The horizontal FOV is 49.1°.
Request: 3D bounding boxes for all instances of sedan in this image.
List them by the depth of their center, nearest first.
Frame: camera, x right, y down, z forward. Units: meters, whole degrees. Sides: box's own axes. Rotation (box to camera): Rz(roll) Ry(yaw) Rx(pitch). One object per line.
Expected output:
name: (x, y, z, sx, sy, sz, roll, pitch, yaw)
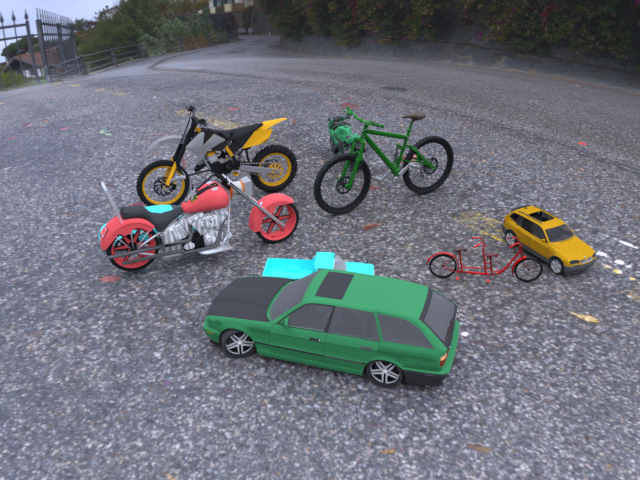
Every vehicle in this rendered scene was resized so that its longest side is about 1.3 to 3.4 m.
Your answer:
sedan: (-2.713, -0.253, 11.167, 1.613, 0.483, 0.635, -10, 30, -18)

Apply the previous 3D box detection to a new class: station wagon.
station wagon: (0.113, 0.916, 8.540, 3.105, 0.920, 1.327, 8, 29, 15)

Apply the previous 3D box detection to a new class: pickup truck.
pickup truck: (-0.017, 0.476, 9.787, 1.603, 0.511, 0.640, 3, 28, 5)

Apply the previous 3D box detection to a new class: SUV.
SUV: (3.473, -0.042, 10.675, 0.656, 0.580, 1.572, -15, 32, -25)

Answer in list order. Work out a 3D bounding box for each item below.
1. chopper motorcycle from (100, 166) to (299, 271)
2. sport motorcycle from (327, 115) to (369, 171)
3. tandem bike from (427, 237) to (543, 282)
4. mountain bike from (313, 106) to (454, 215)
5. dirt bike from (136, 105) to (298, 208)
chopper motorcycle: (-1.739, -0.411, 10.412, 3.040, 1.480, 0.906, -13, 31, -23)
sport motorcycle: (0.515, -1.951, 13.960, 0.506, 0.821, 1.520, -10, 30, -18)
tandem bike: (2.354, 0.278, 9.976, 1.642, 0.682, 0.283, 3, 28, 5)
mountain bike: (1.159, -1.405, 12.036, 2.857, 1.688, 1.114, -14, 32, -25)
dirt bike: (-1.751, -1.432, 12.108, 2.903, 1.666, 1.024, -11, 30, -20)
